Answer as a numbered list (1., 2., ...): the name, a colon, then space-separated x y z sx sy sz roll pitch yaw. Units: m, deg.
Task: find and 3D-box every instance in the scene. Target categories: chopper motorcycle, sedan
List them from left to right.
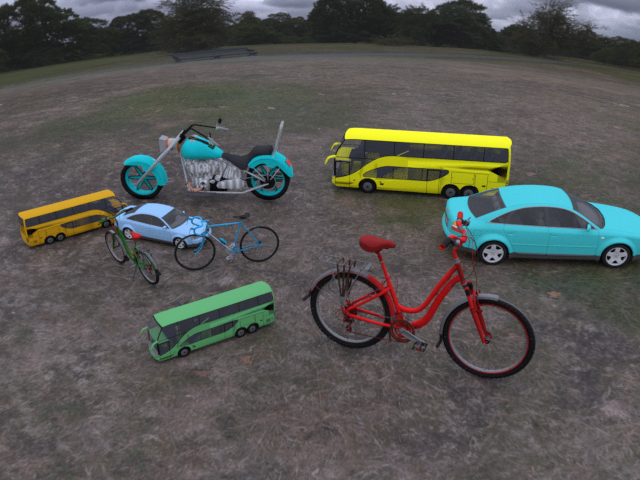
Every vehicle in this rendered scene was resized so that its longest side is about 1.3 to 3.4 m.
1. sedan: -2.498 -0.273 11.109 1.613 0.483 0.635 10 30 19
2. chopper motorcycle: -1.980 -1.381 12.119 3.040 1.480 0.906 2 28 4
3. sedan: 3.455 -0.284 10.649 3.137 0.940 1.235 2 28 3

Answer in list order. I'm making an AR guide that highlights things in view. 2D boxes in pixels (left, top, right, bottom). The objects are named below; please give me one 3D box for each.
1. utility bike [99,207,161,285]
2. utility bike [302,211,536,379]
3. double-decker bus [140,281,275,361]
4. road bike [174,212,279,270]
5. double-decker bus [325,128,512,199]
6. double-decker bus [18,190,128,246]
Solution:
1. utility bike: -2.741 0.094 9.938 1.435 0.946 0.535 25 37 38
2. utility bike: 1.123 0.572 8.105 2.791 1.839 1.039 10 30 18
3. double-decker bus: -1.353 1.003 8.673 1.672 0.541 0.389 -16 32 -28
4. road bike: -1.353 0.009 10.196 1.545 0.852 0.358 -7 29 -13
5. double-decker bus: 1.746 -1.387 12.583 3.251 1.052 0.756 5 29 9
6. double-decker bus: -3.936 -0.373 11.235 1.672 0.541 0.389 -20 34 -33
